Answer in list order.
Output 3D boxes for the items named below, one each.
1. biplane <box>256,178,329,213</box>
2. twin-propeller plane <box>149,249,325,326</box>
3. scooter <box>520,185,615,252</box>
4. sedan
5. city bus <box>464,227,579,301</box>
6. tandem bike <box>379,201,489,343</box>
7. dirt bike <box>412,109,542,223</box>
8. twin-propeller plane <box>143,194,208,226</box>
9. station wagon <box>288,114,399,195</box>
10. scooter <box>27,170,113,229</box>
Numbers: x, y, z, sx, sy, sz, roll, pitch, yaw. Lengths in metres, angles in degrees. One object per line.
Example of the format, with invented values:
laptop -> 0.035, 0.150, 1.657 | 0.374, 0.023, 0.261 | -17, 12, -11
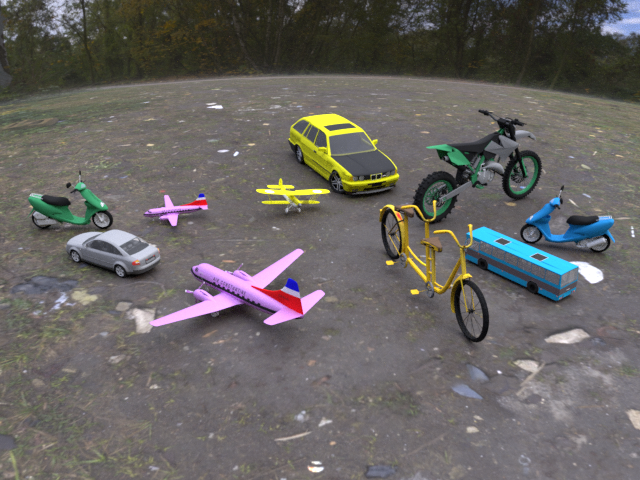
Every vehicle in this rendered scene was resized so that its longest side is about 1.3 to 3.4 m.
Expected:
biplane -> -0.520, -0.781, 12.306 | 1.336, 0.504, 1.090 | -11, 28, -21
twin-propeller plane -> -1.002, 0.581, 9.143 | 2.129, 0.792, 2.663 | 21, 32, 36
scooter -> 3.849, -0.294, 10.816 | 1.399, 0.919, 0.662 | 8, 27, 17
sedan -> -3.120, 0.119, 10.460 | 1.613, 0.483, 0.635 | 14, 29, 27
city bus -> 2.842, 0.334, 10.040 | 0.476, 0.460, 1.674 | -19, 31, -34
tandem bike -> 1.461, 0.130, 9.465 | 0.550, 1.326, 3.192 | -8, 27, -17
dirt bike -> 2.787, -1.284, 12.011 | 2.903, 1.666, 1.024 | -15, 29, -28
twin-propeller plane -> -2.467, -0.555, 11.947 | 1.095, 0.407, 1.370 | -7, 27, -15
station wagon -> 0.418, -1.801, 13.947 | 1.327, 0.920, 3.105 | -11, 28, -21
scooter -> -4.124, -0.607, 11.465 | 1.399, 0.919, 0.662 | 0, 26, 1
